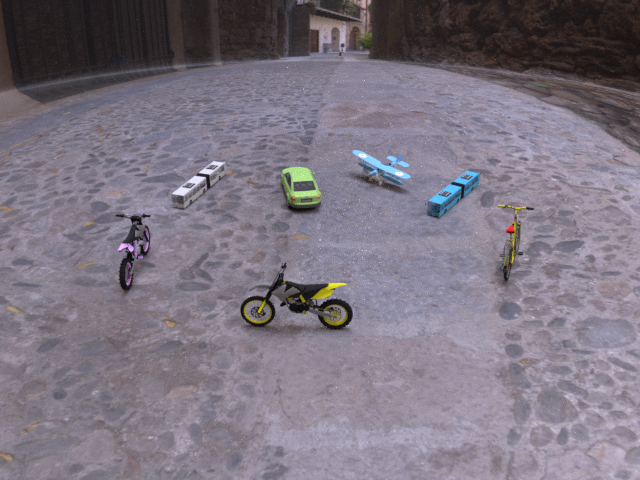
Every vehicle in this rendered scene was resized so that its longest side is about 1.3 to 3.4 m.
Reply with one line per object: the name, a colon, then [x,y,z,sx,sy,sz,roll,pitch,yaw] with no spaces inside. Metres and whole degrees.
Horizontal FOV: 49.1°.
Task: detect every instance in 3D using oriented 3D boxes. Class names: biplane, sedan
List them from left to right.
sedan: [-0.367,-1.055,12.985,0.635,0.483,1.613,-5,29,-9]
biplane: [1.274,-1.382,13.569,1.336,0.504,1.090,23,36,36]

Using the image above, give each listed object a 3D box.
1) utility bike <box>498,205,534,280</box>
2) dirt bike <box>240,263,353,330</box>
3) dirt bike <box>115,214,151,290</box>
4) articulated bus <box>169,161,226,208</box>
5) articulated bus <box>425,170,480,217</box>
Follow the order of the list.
utility bike: [2.880,-0.030,10.595,0.535,0.946,1.435,11,30,20]
dirt bike: [-0.313,0.794,9.159,1.493,0.857,0.527,1,28,3]
dirt bike: [-2.793,0.075,10.493,0.527,0.857,1.493,1,28,2]
articulated bus: [-2.264,-1.068,13.214,0.311,0.289,1.749,9,30,17]
articulated bus: [2.463,-0.869,12.845,0.311,0.289,1.749,18,33,30]
